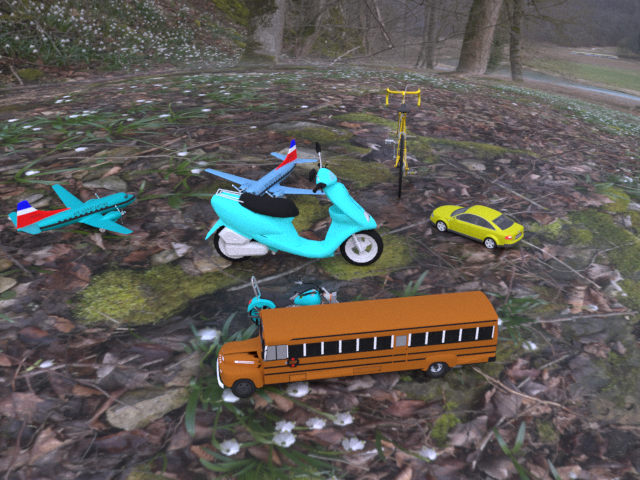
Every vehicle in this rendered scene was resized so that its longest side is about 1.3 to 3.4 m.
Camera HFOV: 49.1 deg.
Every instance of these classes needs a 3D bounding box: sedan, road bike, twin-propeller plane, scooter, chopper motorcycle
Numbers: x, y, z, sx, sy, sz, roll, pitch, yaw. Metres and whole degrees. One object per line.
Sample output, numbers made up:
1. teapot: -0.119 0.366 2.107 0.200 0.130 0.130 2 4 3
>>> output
1. sedan: 2.589 -0.306 11.642 1.613 0.483 0.635 23 35 36
2. road bike: 1.588 -2.004 13.617 0.697 1.656 3.004 3 28 5
3. twin-propeller plane: -4.053 -0.547 11.770 2.129 0.792 2.663 -24 36 -38
4. scooter: -0.389 -0.430 10.477 2.721 1.786 1.288 2 28 3
5. twin-propeller plane: -0.903 -1.221 13.055 2.663 0.792 2.129 12 30 22
6. chopper motorcycle: -0.177 0.857 9.125 1.563 0.761 0.466 3 28 6

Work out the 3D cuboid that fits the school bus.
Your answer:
1. school bus: 0.427 1.210 8.364 3.322 0.844 0.709 -4 28 -8
